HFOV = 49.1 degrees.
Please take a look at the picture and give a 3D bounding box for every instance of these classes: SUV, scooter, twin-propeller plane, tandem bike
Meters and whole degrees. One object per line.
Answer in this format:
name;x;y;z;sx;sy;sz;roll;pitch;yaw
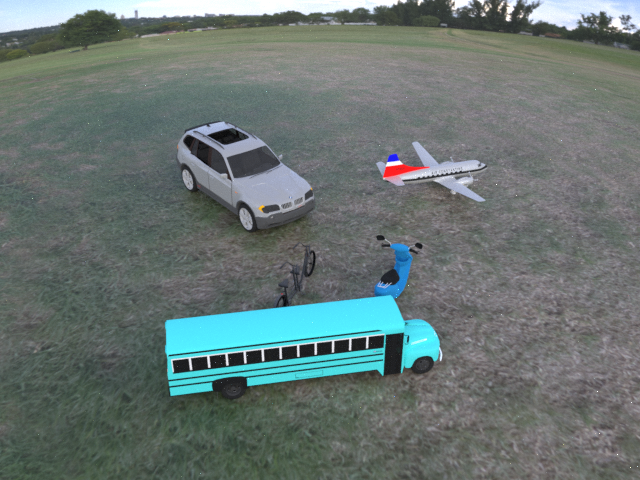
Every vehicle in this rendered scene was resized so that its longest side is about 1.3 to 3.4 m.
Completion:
SUV;-1.371;-1.207;12.239;1.276;1.128;3.058;-23;38;-33
scooter;1.026;0.460;9.668;0.662;0.919;1.399;12;33;19
twin-propeller plane;2.128;-1.316;12.747;2.129;0.792;2.663;-10;32;-16
tandem bike;-0.351;0.532;9.779;0.283;0.682;1.642;10;32;17

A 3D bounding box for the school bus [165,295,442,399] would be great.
school bus;-0.156;1.255;8.418;3.322;0.844;0.709;-6;31;-9
